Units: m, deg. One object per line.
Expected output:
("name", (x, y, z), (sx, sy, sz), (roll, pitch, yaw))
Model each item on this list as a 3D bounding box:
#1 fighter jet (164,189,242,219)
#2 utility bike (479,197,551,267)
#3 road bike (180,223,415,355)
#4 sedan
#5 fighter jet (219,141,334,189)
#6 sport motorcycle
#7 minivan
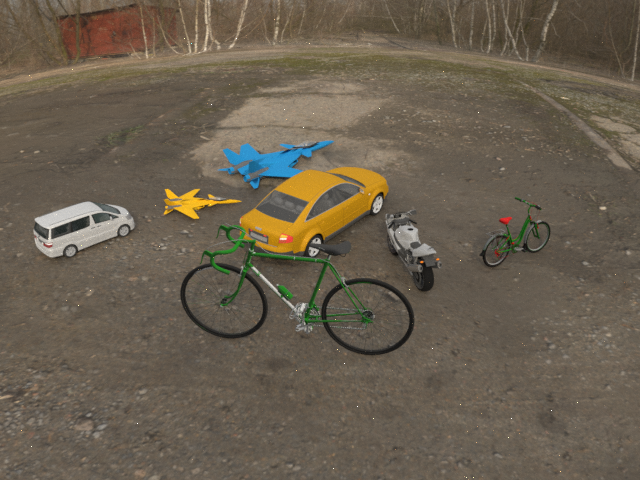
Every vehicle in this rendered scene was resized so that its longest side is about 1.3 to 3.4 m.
("fighter jet", (-2.073, -0.720, 12.389), (1.358, 0.286, 1.147), (-4, 31, -7))
("utility bike", (2.996, -0.135, 10.737), (1.435, 0.946, 0.535), (-16, 34, -25))
("road bike", (-0.322, 0.661, 8.674), (3.004, 1.656, 0.696), (5, 31, 9))
("sedan", (-0.006, -0.648, 11.620), (1.235, 0.940, 3.137), (21, 36, 32))
("fighter jet", (-0.654, -1.772, 13.918), (2.640, 0.557, 2.229), (-26, 39, -37))
("sport motorcycle", (1.339, 0.120, 10.424), (0.506, 0.821, 1.520), (-9, 32, -15))
("minivan", (-3.773, -0.249, 11.258), (1.548, 0.616, 0.681), (-26, 39, -36))
